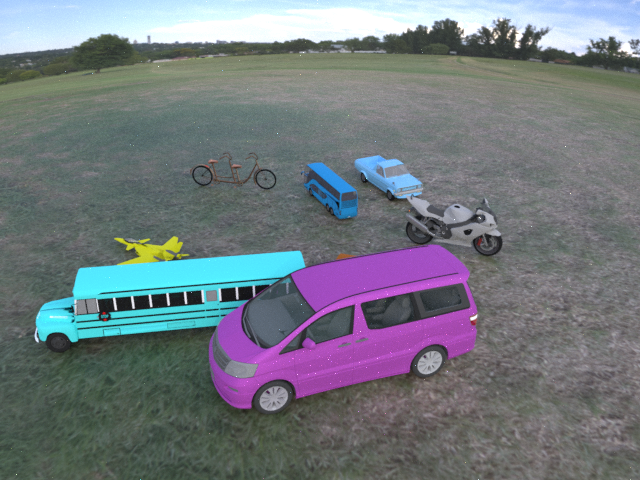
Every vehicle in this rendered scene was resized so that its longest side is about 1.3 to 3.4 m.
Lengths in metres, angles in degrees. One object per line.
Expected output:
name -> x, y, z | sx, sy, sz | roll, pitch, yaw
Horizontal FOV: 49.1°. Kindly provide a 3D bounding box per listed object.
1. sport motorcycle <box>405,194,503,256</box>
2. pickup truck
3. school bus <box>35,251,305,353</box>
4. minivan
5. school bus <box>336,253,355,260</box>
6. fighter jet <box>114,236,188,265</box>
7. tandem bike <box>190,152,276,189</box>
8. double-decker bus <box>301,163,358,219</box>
sport motorcycle -> 2.016, -0.230, 10.600 | 1.520, 0.821, 0.506 | 10, 28, 20
pickup truck -> 1.249, -1.220, 12.925 | 0.640, 0.511, 1.603 | -12, 29, -23
school bus -> -1.807, 0.724, 8.666 | 3.322, 0.844, 0.709 | -4, 27, -9
minivan -> 0.248, 0.922, 7.877 | 3.011, 1.197, 1.324 | -9, 28, -18
school bus -> 1.031, 0.543, 9.486 | 1.708, 0.434, 0.365 | 9, 28, 17
fighter jet -> -2.676, 0.072, 10.594 | 1.358, 0.286, 1.147 | 18, 32, 31
tandem bike -> -1.606, -1.279, 12.854 | 1.642, 0.682, 0.283 | 4, 27, 8
double-decker bus -> 0.156, -0.891, 12.234 | 0.389, 0.541, 1.672 | -11, 29, -21
